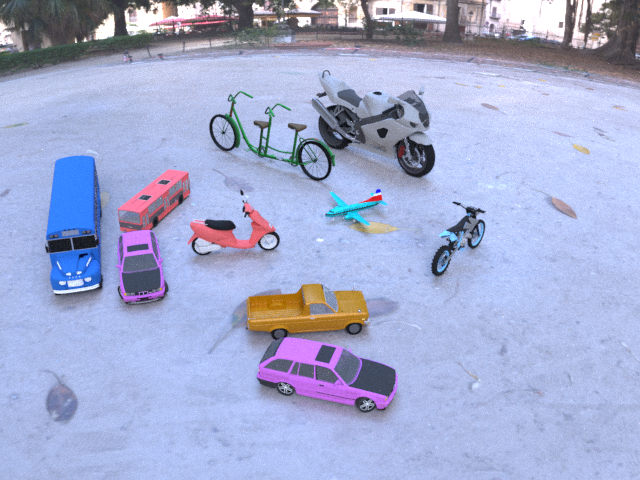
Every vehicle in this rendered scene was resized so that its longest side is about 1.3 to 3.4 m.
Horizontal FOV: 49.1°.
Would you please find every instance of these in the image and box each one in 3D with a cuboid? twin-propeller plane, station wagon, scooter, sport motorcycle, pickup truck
[{"bbox_3d":[0.576,-0.587,11.763,1.095,0.407,1.370,-13,32,-22],"label":"twin-propeller plane"},{"bbox_3d":[0.097,1.492,8.011,1.597,0.473,0.682,9,31,15],"label":"station wagon"},{"bbox_3d":[-1.311,-0.206,10.568,1.399,0.919,0.662,-4,30,-7],"label":"scooter"},{"bbox_3d":[1.037,-2.282,13.558,2.955,1.596,0.983,26,38,38],"label":"sport motorcycle"},{"bbox_3d":[-2.592,0.329,10.074,0.682,0.473,1.597,-8,30,-14],"label":"station wagon"},{"bbox_3d":[-0.164,0.885,9.050,1.603,0.511,0.640,-3,30,-6],"label":"pickup truck"}]

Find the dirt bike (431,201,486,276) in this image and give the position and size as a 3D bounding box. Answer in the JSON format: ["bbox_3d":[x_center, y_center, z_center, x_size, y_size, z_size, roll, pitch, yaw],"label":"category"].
[{"bbox_3d":[2.083,-0.066,10.384,0.527,0.857,1.493,22,36,34],"label":"dirt bike"}]

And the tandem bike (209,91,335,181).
[{"bbox_3d":[-1.002,-2.041,13.406,3.192,1.326,0.550,21,35,32],"label":"tandem bike"}]

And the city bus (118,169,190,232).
[{"bbox_3d":[-2.758,-0.643,11.810,0.476,0.460,1.674,9,31,16],"label":"city bus"}]

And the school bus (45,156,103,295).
[{"bbox_3d":[-3.771,-0.308,10.825,0.709,0.844,3.322,-8,30,-14],"label":"school bus"}]
